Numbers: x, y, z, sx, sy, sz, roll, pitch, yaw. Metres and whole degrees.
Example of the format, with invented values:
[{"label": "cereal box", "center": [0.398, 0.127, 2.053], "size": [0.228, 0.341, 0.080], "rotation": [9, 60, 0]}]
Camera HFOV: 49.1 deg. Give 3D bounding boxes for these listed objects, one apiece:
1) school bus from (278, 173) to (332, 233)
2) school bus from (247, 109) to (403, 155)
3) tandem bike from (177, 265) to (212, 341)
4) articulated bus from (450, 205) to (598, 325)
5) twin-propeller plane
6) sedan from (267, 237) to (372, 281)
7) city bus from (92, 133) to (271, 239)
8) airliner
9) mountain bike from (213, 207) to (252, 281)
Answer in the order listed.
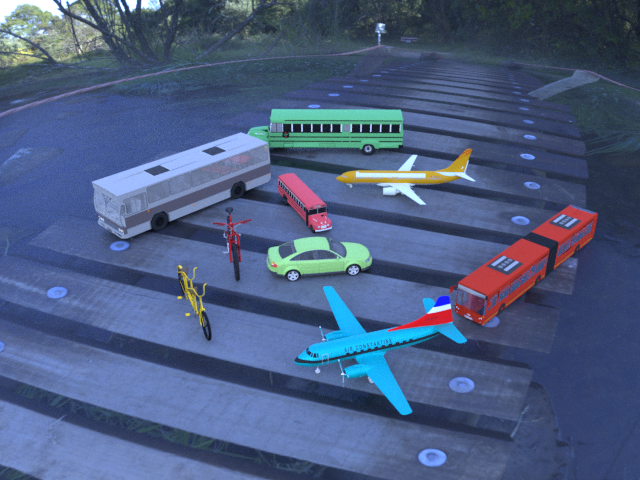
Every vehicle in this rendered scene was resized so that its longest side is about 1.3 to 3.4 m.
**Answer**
[{"label": "school bus", "center": [-0.275, -0.660, 12.314], "size": [0.365, 0.434, 1.708], "rotation": [-12, 32, -21]}, {"label": "school bus", "center": [0.087, -2.313, 14.852], "size": [3.322, 0.844, 0.709], "rotation": [0, 29, 1]}, {"label": "tandem bike", "center": [-1.743, 0.727, 9.579], "size": [0.283, 0.682, 1.642], "rotation": [-12, 32, -21]}, {"label": "articulated bus", "center": [3.159, 0.288, 10.489], "size": [0.605, 0.561, 3.401], "rotation": [25, 38, 37]}, {"label": "twin-propeller plane", "center": [0.696, 1.180, 8.656], "size": [2.129, 0.792, 2.663], "rotation": [-9, 31, -16]}, {"label": "sedan", "center": [-0.005, 0.235, 10.663], "size": [1.613, 0.483, 0.635], "rotation": [-5, 30, -8]}, {"label": "city bus", "center": [-2.349, -0.998, 12.446], "size": [0.926, 0.894, 3.255], "rotation": [25, 38, 37]}, {"label": "airliner", "center": [1.574, -1.339, 13.118], "size": [2.541, 0.835, 2.257], "rotation": [1, 29, 3]}, {"label": "mountain bike", "center": [-1.345, -0.026, 10.736], "size": [0.573, 0.868, 1.469], "rotation": [-6, 30, -10]}]
